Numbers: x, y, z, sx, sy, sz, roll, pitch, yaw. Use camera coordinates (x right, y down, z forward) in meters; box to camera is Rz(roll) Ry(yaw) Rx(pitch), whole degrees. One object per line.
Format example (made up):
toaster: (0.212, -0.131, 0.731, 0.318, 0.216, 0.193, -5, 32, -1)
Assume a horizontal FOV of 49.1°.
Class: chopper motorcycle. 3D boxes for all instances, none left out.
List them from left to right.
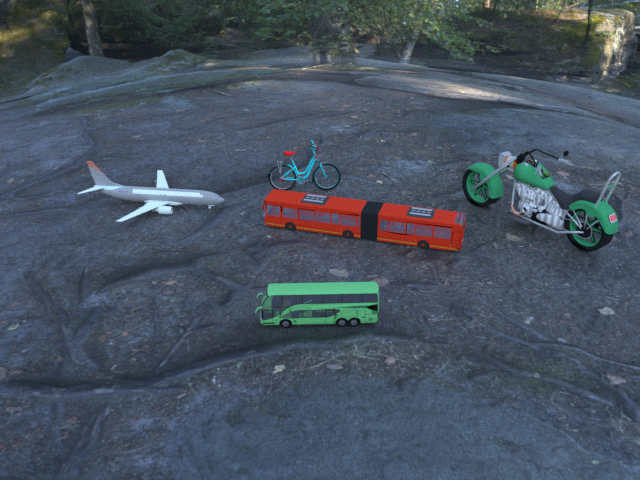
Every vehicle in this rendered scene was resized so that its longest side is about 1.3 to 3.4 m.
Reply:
chopper motorcycle: (3.632, -0.879, 11.762, 0.906, 1.480, 3.040, -19, 34, -32)

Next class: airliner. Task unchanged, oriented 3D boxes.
airliner: (-2.981, -0.988, 12.651, 2.541, 0.835, 2.257, 3, 28, 6)

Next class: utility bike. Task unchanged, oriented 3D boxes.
utility bike: (-0.322, -1.403, 13.312, 1.435, 0.946, 0.535, -1, 28, -2)

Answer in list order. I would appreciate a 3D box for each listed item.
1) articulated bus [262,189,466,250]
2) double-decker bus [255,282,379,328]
articulated bus: (0.691, -0.349, 11.744, 3.401, 0.561, 0.605, 8, 29, 15)
double-decker bus: (-0.033, 0.868, 9.483, 1.672, 0.541, 0.389, -1, 28, -2)
